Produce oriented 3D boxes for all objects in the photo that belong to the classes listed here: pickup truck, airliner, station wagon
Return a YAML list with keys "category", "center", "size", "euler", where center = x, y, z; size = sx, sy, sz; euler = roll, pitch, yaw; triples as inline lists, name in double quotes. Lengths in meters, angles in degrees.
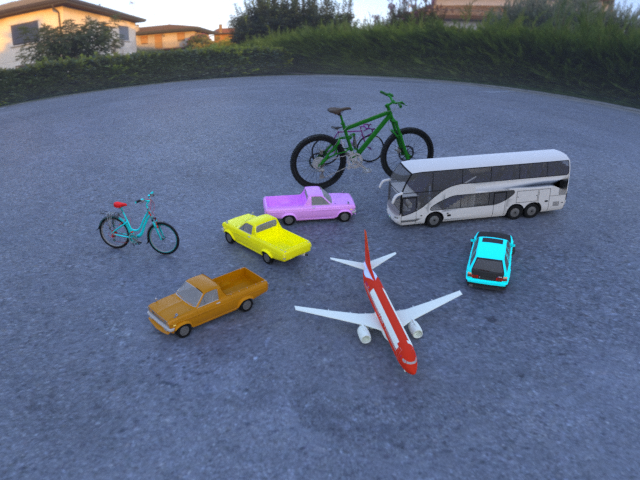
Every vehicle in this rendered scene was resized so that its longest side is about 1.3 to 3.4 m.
- category: "pickup truck"
  center: [-0.187, -0.625, 12.094]
  size: [1.603, 0.511, 0.640]
  euler: [-4, 26, -8]
- category: "airliner"
  center: [0.838, 0.750, 8.909]
  size: [2.257, 0.835, 2.541]
  euler: [-4, 26, -9]
- category: "station wagon"
  center: [2.555, 0.203, 10.442]
  size: [0.682, 0.473, 1.597]
  euler: [7, 27, 15]
- category: "pickup truck"
  center: [-0.865, -0.083, 10.984]
  size: [0.640, 0.511, 1.603]
  euler: [-23, 34, -38]
- category: "pickup truck"
  center: [-1.470, 0.748, 9.282]
  size: [1.603, 0.511, 0.640]
  euler: [-21, 33, -36]

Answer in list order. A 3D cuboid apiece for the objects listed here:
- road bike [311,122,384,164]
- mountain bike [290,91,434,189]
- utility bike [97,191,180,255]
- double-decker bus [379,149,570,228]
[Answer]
- category: "road bike"
  center: [0.584, -1.991, 14.502]
  size: [1.545, 0.852, 0.358]
  euler: [-4, 26, -9]
- category: "mountain bike"
  center: [0.830, -1.822, 13.204]
  size: [2.857, 1.688, 1.114]
  euler: [-6, 27, -13]
- category: "utility bike"
  center: [-2.839, -0.281, 10.893]
  size: [1.435, 0.946, 0.535]
  euler: [7, 27, 14]
- category: "double-decker bus"
  center: [2.675, -0.899, 12.039]
  size: [3.251, 1.052, 0.756]
  euler: [-6, 27, -11]
